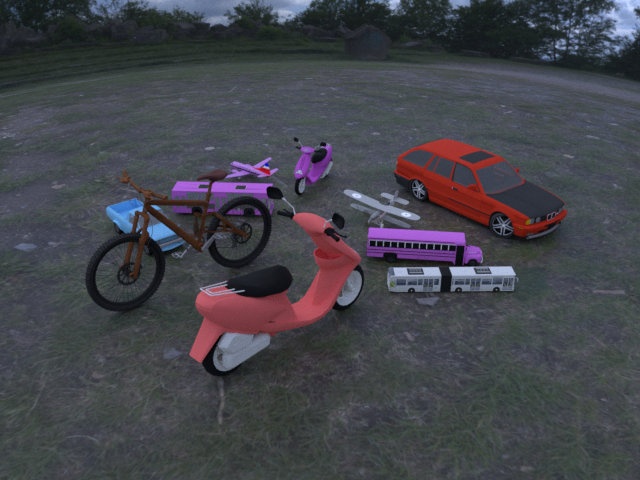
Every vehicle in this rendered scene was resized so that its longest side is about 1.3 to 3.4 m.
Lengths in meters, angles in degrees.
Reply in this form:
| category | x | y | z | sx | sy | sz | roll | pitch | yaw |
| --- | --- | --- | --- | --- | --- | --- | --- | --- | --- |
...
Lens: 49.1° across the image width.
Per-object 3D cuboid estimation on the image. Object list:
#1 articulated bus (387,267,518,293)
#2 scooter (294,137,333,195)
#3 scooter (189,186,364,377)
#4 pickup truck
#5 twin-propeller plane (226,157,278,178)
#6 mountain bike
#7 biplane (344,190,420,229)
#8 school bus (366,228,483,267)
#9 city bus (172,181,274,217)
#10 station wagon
| category | x | y | z | sx | sy | sz | roll | pitch | yaw |
| --- | --- | --- | --- | --- | --- | --- | --- | --- | --- |
| articulated bus | 1.819 | 0.544 | 9.673 | 1.749 | 0.289 | 0.311 | -1 | 27 | -1 |
| scooter | -0.113 | -1.446 | 12.830 | 0.662 | 0.919 | 1.399 | 13 | 30 | 24 |
| scooter | -0.400 | 0.438 | 8.250 | 2.721 | 1.786 | 1.288 | -24 | 36 | -39 |
| pickup truck | -2.767 | -0.285 | 11.033 | 0.640 | 0.511 | 1.603 | -22 | 34 | -35 |
| twin-propeller plane | -1.332 | -1.375 | 13.250 | 1.095 | 0.407 | 1.370 | 21 | 34 | 35 |
| mountain bike | -1.827 | -0.113 | 9.421 | 2.857 | 1.688 | 1.114 | -21 | 34 | -35 |
| biplane | 1.069 | -0.508 | 11.469 | 1.336 | 0.504 | 1.090 | 14 | 31 | 26 |
| school bus | 1.549 | 0.100 | 10.373 | 1.708 | 0.434 | 0.365 | 3 | 28 | 6 |
| city bus | -1.634 | -0.687 | 11.865 | 1.674 | 0.460 | 0.476 | 2 | 27 | 3 |
| station wagon | 2.681 | -0.973 | 11.915 | 1.327 | 0.920 | 3.105 | -20 | 33 | -33 |
